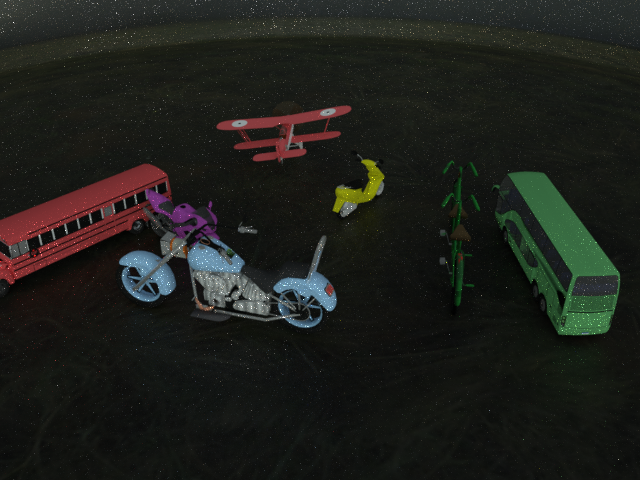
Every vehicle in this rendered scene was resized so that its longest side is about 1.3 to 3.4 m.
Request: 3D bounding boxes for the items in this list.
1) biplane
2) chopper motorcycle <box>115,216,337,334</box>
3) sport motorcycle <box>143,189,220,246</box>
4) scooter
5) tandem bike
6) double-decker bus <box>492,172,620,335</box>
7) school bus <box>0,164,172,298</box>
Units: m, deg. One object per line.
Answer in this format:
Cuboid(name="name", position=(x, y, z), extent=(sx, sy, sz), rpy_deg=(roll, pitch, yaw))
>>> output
Cuboid(name="biplane", position=(-0.722, -1.944, 13.305), extent=(2.598, 0.981, 2.120), rpy_deg=(2, 31, 3))
Cuboid(name="chopper motorcycle", position=(-1.263, 0.395, 8.955), extent=(3.040, 1.480, 0.906), rpy_deg=(9, 32, 14))
Cuboid(name="sport motorcycle", position=(-2.080, -0.249, 10.657), extent=(1.520, 0.821, 0.506), rpy_deg=(21, 37, 31))
Cuboid(name="scooter", position=(0.684, -0.950, 11.721), extent=(0.662, 0.919, 1.399), rpy_deg=(23, 38, 32))
Cuboid(name="tandem bike", position=(1.981, -0.207, 10.098), extent=(0.550, 1.326, 3.192), rpy_deg=(5, 31, 8))
Cuboid(name="double-decker bus", position=(3.239, 0.037, 9.961), extent=(0.756, 1.052, 3.251), rpy_deg=(-2, 31, -3))
Cuboid(name="school bus", position=(-3.752, -0.208, 10.566), extent=(0.709, 0.844, 3.322), rpy_deg=(24, 39, 34))
